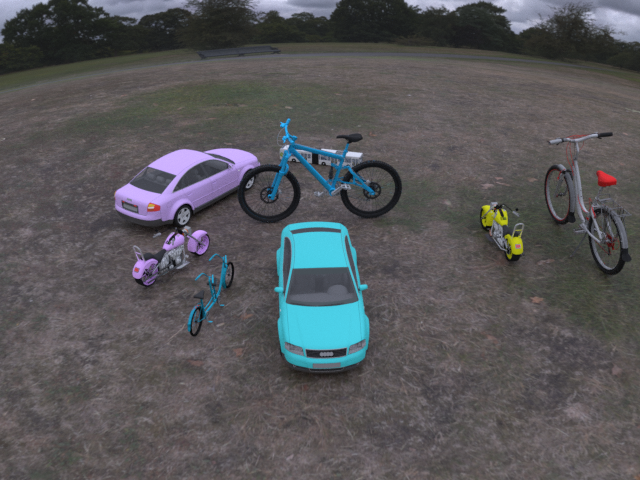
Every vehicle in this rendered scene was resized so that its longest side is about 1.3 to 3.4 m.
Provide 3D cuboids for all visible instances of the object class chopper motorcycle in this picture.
[{"bbox_3d":[2.949,-0.259,11.409,0.466,0.761,1.563,-4,29,-7],"label":"chopper motorcycle"},{"bbox_3d":[-2.256,0.133,10.707,0.466,0.761,1.563,18,34,28],"label":"chopper motorcycle"}]

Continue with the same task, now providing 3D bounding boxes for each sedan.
[{"bbox_3d":[-2.334,-1.154,12.827,1.235,0.940,3.137,18,34,29],"label":"sedan"},{"bbox_3d":[-0.006,0.593,9.701,1.235,0.940,3.137,-2,29,-3],"label":"sedan"}]

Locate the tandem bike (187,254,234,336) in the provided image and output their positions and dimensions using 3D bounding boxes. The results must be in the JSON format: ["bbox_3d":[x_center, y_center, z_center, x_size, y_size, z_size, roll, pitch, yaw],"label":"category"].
[{"bbox_3d":[-1.513,0.692,9.787,0.283,0.682,1.642,7,30,13],"label":"tandem bike"}]

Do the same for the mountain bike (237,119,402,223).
[{"bbox_3d":[0.009,-1.099,11.963,2.857,1.688,1.114,-3,29,-5],"label":"mountain bike"}]

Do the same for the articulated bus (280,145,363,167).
[{"bbox_3d":[0.029,-1.729,14.524,1.749,0.289,0.311,8,30,14],"label":"articulated bus"}]

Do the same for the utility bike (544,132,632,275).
[{"bbox_3d":[4.131,-0.692,11.079,1.039,1.839,2.791,-4,29,-7],"label":"utility bike"}]
